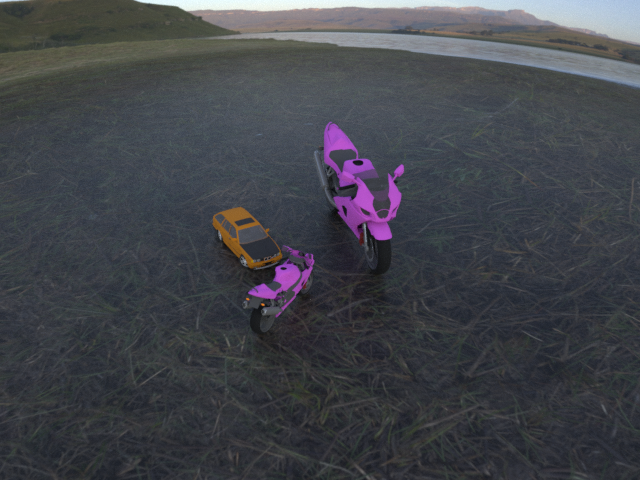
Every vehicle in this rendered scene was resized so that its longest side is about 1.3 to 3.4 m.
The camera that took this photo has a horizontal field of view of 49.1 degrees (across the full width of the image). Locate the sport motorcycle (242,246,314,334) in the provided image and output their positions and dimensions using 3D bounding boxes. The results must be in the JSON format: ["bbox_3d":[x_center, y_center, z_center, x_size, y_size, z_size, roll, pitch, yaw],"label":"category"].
[{"bbox_3d":[-0.511,0.664,9.655,0.506,0.821,1.520,16,34,26],"label":"sport motorcycle"}]

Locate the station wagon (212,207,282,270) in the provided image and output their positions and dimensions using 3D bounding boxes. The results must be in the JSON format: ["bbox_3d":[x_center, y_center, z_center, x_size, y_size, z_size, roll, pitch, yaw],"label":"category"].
[{"bbox_3d":[-1.187,-0.077,11.280,0.682,0.473,1.597,-16,34,-26],"label":"station wagon"}]

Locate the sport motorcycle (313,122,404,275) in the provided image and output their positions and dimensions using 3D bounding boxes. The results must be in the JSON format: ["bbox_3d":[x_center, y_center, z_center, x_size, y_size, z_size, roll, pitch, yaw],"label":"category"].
[{"bbox_3d":[0.577,-0.731,11.290,0.983,1.596,2.955,-8,31,-13],"label":"sport motorcycle"}]
